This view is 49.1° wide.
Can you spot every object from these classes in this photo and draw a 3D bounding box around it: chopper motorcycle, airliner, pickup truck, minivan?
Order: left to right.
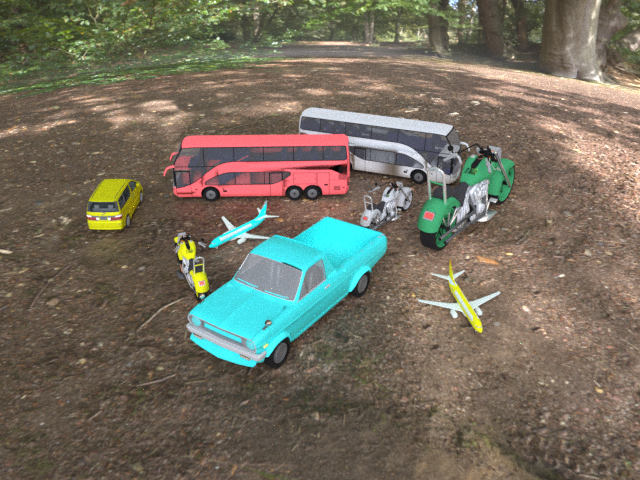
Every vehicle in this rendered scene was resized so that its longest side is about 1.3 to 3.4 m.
[{"bbox_3d":[-3.432,-0.696,11.777,0.681,0.616,1.548,0,28,0],"label":"minivan"},{"bbox_3d":[-1.841,0.249,9.870,0.466,0.761,1.563,-11,30,-19],"label":"chopper motorcycle"},{"bbox_3d":[-1.272,-0.235,11.117,1.161,0.429,1.307,22,35,35],"label":"airliner"},{"bbox_3d":[-0.321,0.486,9.184,1.244,0.993,3.117,18,33,30],"label":"pickup truck"},{"bbox_3d":[1.123,-0.627,11.496,0.466,0.761,1.563,18,33,29],"label":"chopper motorcycle"},{"bbox_3d":[1.912,0.746,9.296,1.161,0.429,1.307,-5,29,-9],"label":"airliner"},{"bbox_3d":[2.460,-0.896,11.237,0.906,1.480,3.040,19,34,32],"label":"chopper motorcycle"}]

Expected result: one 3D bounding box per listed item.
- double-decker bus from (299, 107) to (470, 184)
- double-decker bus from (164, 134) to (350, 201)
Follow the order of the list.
[{"bbox_3d":[1.171,-1.801,13.367,3.251,1.052,0.756,11,30,19],"label":"double-decker bus"},{"bbox_3d":[-1.089,-1.306,12.448,3.251,1.052,0.756,-1,28,-2],"label":"double-decker bus"}]
